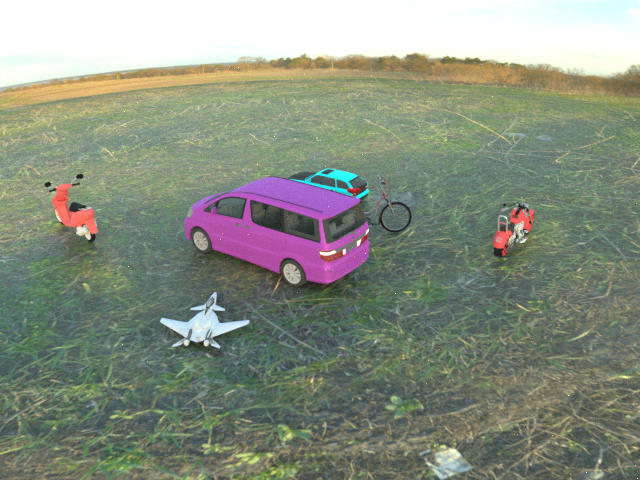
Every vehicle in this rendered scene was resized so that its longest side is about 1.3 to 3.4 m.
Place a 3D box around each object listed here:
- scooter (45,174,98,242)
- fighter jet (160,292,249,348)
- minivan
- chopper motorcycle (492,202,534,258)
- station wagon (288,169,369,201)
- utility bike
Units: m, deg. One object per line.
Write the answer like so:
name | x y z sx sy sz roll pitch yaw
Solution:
scooter | -4.052 -0.541 11.469 0.662 0.919 1.399 -22 33 -39
fighter jet | -1.478 0.933 9.076 1.147 0.286 1.358 1 25 2
minivan | -0.740 -0.278 10.583 3.011 1.197 1.324 18 30 33
chopper motorcycle | 3.100 -0.264 11.064 0.466 0.761 1.563 16 29 30
station wagon | 0.114 -1.068 13.112 1.597 0.473 0.682 16 29 30
utility bike | 0.798 -0.575 11.508 1.435 0.946 0.535 -1 25 -3
